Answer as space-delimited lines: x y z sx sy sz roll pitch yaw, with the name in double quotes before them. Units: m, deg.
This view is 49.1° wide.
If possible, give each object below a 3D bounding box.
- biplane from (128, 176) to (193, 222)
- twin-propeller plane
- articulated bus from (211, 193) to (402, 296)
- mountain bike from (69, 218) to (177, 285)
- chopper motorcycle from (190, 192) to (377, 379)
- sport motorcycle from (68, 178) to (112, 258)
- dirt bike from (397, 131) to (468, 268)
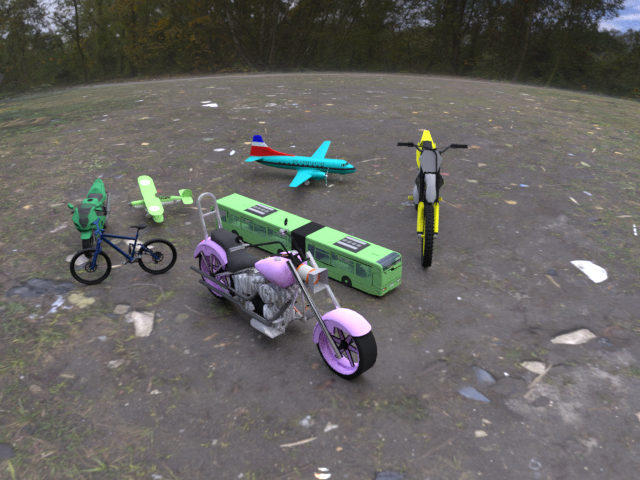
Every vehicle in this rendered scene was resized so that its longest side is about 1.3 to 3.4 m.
"biplane" -2.705 -0.656 11.884 1.090 0.504 1.336 -10 28 -19
"twin-propeller plane" -0.340 -1.567 13.433 2.129 0.792 2.663 6 27 13
"articulated bus" -0.302 0.005 10.457 3.401 0.561 0.605 21 33 36
"mountain bike" -2.751 0.161 9.784 1.469 0.868 0.573 -9 27 -17
"chopper motorcycle" -0.525 0.486 8.414 0.906 1.480 3.040 -23 34 -39
"sport motorcycle" -3.528 -0.353 10.898 0.506 0.821 1.520 -3 26 -6
"dirt bike" 1.675 -0.813 10.876 1.024 1.666 2.903 3 26 5
